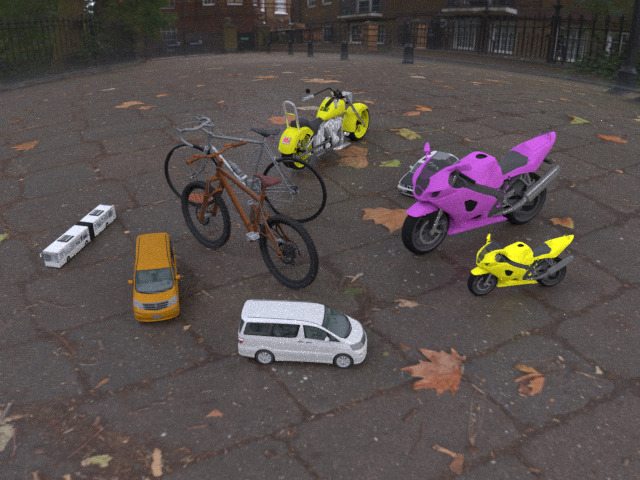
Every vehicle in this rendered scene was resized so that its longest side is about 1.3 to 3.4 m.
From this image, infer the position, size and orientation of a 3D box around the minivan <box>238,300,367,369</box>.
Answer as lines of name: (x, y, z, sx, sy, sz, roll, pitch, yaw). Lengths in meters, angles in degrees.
minivan: (-0.202, 1.105, 8.444, 1.548, 0.616, 0.681, 2, 28, 4)

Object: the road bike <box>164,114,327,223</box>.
road bike: (-1.300, -1.176, 11.634, 3.004, 1.656, 0.697, 10, 29, 18)

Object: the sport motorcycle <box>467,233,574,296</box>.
sport motorcycle: (2.762, 0.339, 9.669, 1.520, 0.821, 0.506, -7, 29, -12)

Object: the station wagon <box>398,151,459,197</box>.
station wagon: (2.038, -1.263, 13.059, 0.682, 0.473, 1.597, 17, 32, 29)

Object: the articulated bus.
articulated bus: (-3.768, -0.095, 11.055, 0.311, 0.289, 1.749, 6, 29, 12)

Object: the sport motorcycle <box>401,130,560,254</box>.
sport motorcycle: (2.504, -0.765, 10.922, 2.955, 1.596, 0.983, -16, 32, -27)

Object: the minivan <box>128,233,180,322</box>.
minivan: (-2.260, 0.492, 9.600, 0.681, 0.616, 1.548, -6, 28, -11)

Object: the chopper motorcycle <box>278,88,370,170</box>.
chopper motorcycle: (0.170, -2.424, 14.173, 0.906, 1.480, 3.040, 17, 32, 29)

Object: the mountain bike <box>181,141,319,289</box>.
mountain bike: (-1.097, -0.376, 10.092, 2.857, 1.688, 1.114, 23, 36, 36)
